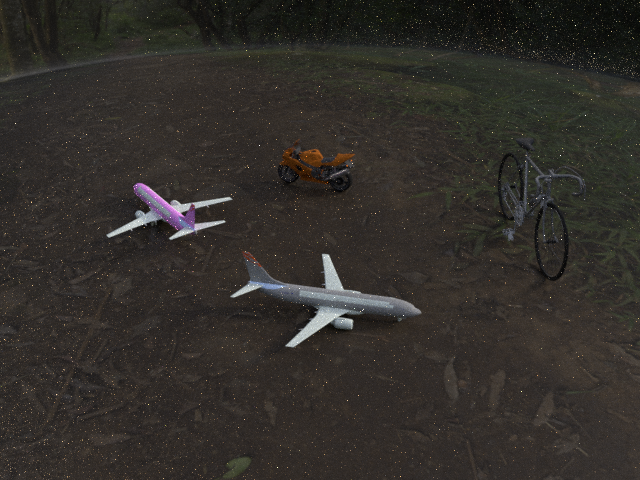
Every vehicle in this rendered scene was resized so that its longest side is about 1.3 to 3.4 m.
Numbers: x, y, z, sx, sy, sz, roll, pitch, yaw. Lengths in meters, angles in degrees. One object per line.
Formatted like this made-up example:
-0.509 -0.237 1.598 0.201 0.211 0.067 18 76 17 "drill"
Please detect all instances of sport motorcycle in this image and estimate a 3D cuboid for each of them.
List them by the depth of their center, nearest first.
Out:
-0.085 -1.367 13.043 1.520 0.821 0.506 10 32 17 "sport motorcycle"

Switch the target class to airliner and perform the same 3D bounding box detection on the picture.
0.130 0.651 9.595 2.541 0.835 2.257 6 31 10 "airliner"
-2.650 -0.674 11.850 2.257 0.835 2.541 -20 36 -31 "airliner"

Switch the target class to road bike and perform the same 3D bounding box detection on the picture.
3.322 -0.653 11.005 0.696 1.656 3.004 -3 31 -4 "road bike"
